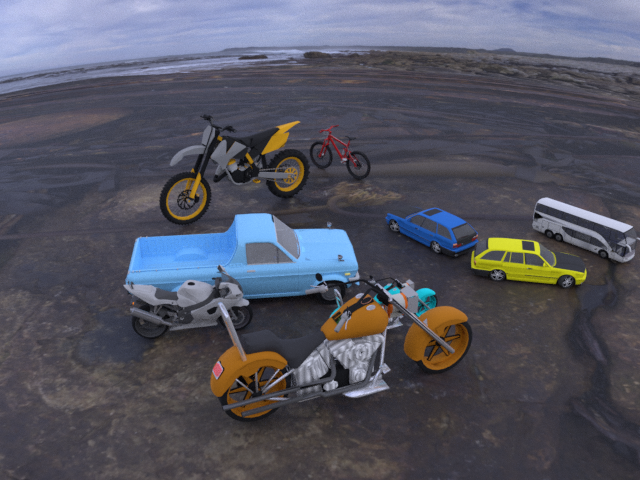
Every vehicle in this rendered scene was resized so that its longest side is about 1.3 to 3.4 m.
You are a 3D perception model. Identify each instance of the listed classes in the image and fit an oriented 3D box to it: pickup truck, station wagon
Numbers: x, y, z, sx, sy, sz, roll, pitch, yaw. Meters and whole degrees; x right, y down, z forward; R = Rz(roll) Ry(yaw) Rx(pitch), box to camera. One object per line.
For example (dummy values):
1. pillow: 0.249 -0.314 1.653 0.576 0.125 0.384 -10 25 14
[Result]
1. pickup truck: -1.030 0.237 9.561 3.117 0.993 1.244 -3 27 -7
2. station wagon: 2.991 0.291 10.033 1.597 0.473 0.682 6 27 11
3. station wagon: 1.743 -0.242 11.096 0.682 0.473 1.597 -19 32 -33

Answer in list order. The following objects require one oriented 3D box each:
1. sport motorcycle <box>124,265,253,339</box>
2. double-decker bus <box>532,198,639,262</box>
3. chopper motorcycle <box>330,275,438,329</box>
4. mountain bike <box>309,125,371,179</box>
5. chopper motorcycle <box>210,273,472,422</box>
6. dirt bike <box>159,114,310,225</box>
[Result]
1. sport motorcycle: -1.594 0.805 8.620 1.520 0.821 0.506 -4 27 -8
2. double-decker bus: 4.103 -0.156 10.849 0.389 0.541 1.672 -22 34 -36
3. chopper motorcycle: 0.813 0.786 8.725 1.563 0.761 0.466 -13 30 -25
4. mountain bike: 0.377 -1.697 13.557 1.469 0.868 0.573 20 33 34
5. chopper motorcycle: 0.318 1.033 7.430 3.040 1.480 0.906 -11 29 -21
6. dirt bike: -1.377 -1.258 11.790 2.903 1.666 1.024 -18 32 -32
